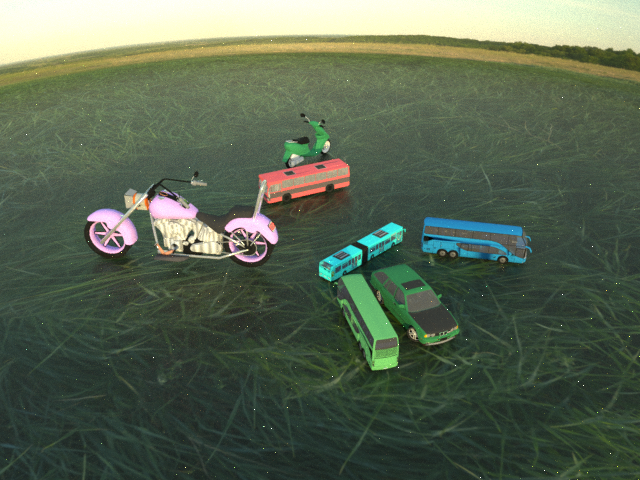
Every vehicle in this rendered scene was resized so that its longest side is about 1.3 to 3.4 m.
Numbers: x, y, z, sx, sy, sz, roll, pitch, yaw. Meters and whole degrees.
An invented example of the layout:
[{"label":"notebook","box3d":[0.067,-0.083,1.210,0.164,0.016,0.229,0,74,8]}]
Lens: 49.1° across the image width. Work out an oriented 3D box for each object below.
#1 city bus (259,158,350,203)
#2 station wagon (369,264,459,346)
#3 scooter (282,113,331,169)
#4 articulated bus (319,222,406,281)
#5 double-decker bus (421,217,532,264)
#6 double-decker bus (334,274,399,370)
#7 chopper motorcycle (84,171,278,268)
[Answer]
[{"label":"city bus","box3d":[-0.281,-1.080,12.924,1.674,0.460,0.476,-14,32,-24]},{"label":"station wagon","box3d":[1.274,0.819,9.554,0.682,0.473,1.597,-12,32,-20]},{"label":"scooter","box3d":[-0.250,-2.006,14.094,0.662,0.919,1.399,23,37,35]},{"label":"articulated bus","box3d":[0.674,0.167,10.895,0.311,0.289,1.749,25,38,37]},{"label":"double-decker bus","box3d":[2.430,0.010,10.916,1.672,0.541,0.389,6,30,11]},{"label":"double-decker bus","box3d":[0.590,1.011,9.147,0.389,0.541,1.672,-7,30,-13]},{"label":"chopper motorcycle","box3d":[-2.131,-0.315,10.536,3.040,1.480,0.906,5,30,8]}]
